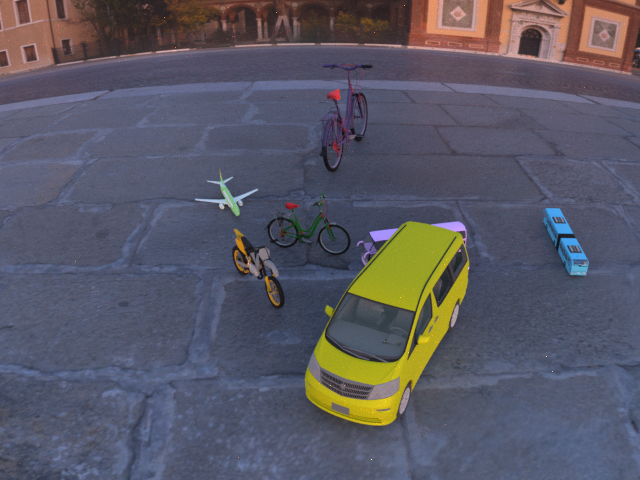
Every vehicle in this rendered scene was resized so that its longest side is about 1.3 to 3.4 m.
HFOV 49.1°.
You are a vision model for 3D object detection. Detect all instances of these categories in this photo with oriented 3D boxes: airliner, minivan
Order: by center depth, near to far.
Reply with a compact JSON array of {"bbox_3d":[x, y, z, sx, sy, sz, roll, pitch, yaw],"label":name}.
[{"bbox_3d":[0.917,0.923,8.713,1.324,1.197,3.011,15,33,23],"label":"minivan"},{"bbox_3d":[-1.633,-0.840,12.507,1.161,0.429,1.307,-11,32,-18],"label":"airliner"}]

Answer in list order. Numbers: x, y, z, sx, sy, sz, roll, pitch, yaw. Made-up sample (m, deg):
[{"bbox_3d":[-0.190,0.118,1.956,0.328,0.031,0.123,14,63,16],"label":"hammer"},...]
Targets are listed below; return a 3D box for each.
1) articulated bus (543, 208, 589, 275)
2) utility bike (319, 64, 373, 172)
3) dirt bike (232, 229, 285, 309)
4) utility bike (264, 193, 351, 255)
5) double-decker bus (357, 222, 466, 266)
[{"bbox_3d":[3.912,-0.002,11.207,0.311,0.289,1.749,1,30,2],"label":"articulated bus"},{"bbox_3d":[0.427,-2.573,14.086,1.039,1.839,2.791,11,32,18],"label":"utility bike"},{"bbox_3d":[-0.902,0.349,10.039,0.527,0.857,1.493,-18,35,-28],"label":"dirt bike"},{"bbox_3d":[-0.192,-0.272,11.018,1.435,0.946,0.535,8,31,14],"label":"utility bike"},{"bbox_3d":[1.427,0.086,10.804,1.672,0.541,0.389,-7,31,-11],"label":"double-decker bus"}]
